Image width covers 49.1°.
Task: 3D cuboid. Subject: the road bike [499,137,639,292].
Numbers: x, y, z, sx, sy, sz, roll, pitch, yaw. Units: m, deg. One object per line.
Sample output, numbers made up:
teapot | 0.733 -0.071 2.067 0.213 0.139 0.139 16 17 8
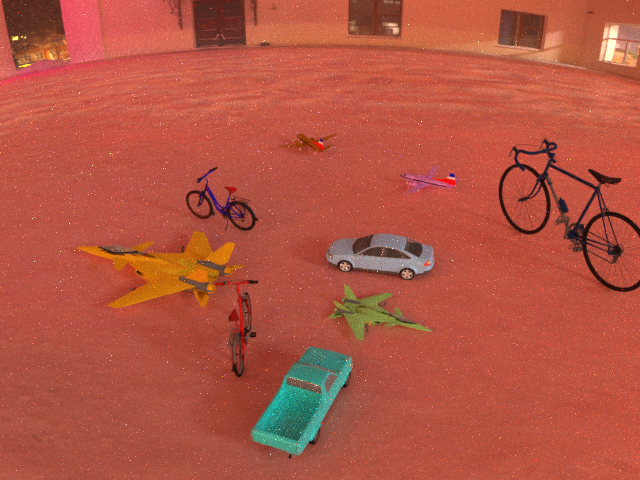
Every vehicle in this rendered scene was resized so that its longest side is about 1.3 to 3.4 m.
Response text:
road bike | 3.692 -0.456 10.374 0.696 1.656 3.004 -15 33 -24

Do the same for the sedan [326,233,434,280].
sedan | 0.893 0.185 10.437 1.613 0.483 0.635 6 31 11

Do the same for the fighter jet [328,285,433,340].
fighter jet | 0.844 0.969 9.284 1.358 0.286 1.147 13 33 21

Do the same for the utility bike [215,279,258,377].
utility bike | -1.020 0.991 8.590 0.535 0.946 1.435 1 30 1

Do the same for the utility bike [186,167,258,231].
utility bike | -1.652 -0.632 11.382 1.435 0.946 0.535 15 33 24

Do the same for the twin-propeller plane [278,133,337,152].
twin-propeller plane | -0.201 -2.036 14.335 1.370 0.407 1.095 -16 34 -25

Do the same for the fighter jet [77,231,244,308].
fighter jet | -2.545 0.225 10.295 2.640 0.557 2.229 12 32 20

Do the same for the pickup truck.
pickup truck | -0.163 1.712 7.783 0.640 0.511 1.603 12 32 19

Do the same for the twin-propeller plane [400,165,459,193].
twin-propeller plane | 1.962 -1.124 12.765 1.095 0.407 1.370 16 34 26
